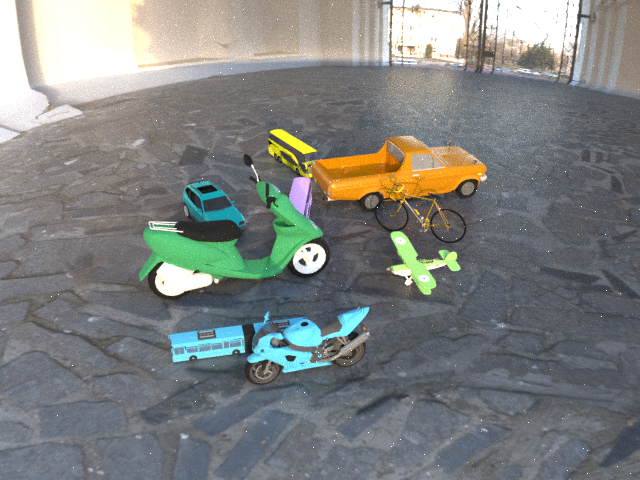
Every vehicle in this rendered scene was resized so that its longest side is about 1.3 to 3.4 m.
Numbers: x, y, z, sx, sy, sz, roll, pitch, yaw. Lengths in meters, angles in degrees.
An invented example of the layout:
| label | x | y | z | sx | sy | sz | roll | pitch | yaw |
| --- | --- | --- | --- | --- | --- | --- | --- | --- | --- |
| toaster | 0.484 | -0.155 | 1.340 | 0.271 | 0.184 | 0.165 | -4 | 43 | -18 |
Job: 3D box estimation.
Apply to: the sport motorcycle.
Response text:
| label | x | y | z | sx | sy | sz | roll | pitch | yaw |
| --- | --- | --- | --- | --- | --- | --- | --- | --- | --- |
| sport motorcycle | -0.144 | 1.221 | 8.128 | 1.520 | 0.821 | 0.506 | -9 | 29 | -17 |

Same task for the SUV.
| label | x | y | z | sx | sy | sz | roll | pitch | yaw |
| --- | --- | --- | --- | --- | --- | --- | --- | --- | --- |
| SUV | -1.796 | -0.532 | 11.699 | 0.656 | 0.580 | 1.572 | -15 | 32 | -27 |

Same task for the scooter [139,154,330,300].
| label | x | y | z | sx | sy | sz | roll | pitch | yaw |
| --- | --- | --- | --- | --- | --- | --- | --- | --- | --- |
| scooter | -1.146 | -0.107 | 9.607 | 2.721 | 1.786 | 1.288 | -9 | 29 | -16 |

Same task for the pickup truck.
| label | x | y | z | sx | sy | sz | roll | pitch | yaw |
| --- | --- | --- | --- | --- | --- | --- | --- | --- | --- |
| pickup truck | 1.439 | -1.290 | 12.692 | 3.117 | 0.993 | 1.244 | -8 | 29 | -15 |

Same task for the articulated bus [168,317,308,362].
| label | x | y | z | sx | sy | sz | roll | pitch | yaw |
| --- | --- | --- | --- | --- | --- | --- | --- | --- | --- |
| articulated bus | -0.978 | 1.229 | 8.683 | 1.749 | 0.289 | 0.311 | -6 | 28 | -11 |

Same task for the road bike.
| label | x | y | z | sx | sy | sz | roll | pitch | yaw |
| --- | --- | --- | --- | --- | --- | --- | --- | --- | --- |
| road bike | 1.601 | -0.428 | 11.213 | 1.545 | 0.852 | 0.358 | 13 | 30 | 23 |

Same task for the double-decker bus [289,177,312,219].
| label | x | y | z | sx | sy | sz | roll | pitch | yaw |
| --- | --- | --- | --- | --- | --- | --- | --- | --- | --- |
| double-decker bus | -0.362 | -0.488 | 11.658 | 0.389 | 0.541 | 1.672 | 2 | 28 | 3 |

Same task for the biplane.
| label | x | y | z | sx | sy | sz | roll | pitch | yaw |
| --- | --- | --- | --- | --- | --- | --- | --- | --- | --- |
| biplane | 1.473 | 0.372 | 10.073 | 1.090 | 0.504 | 1.336 | -8 | 29 | -14 |

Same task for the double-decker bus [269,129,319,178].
| label | x | y | z | sx | sy | sz | roll | pitch | yaw |
| --- | --- | --- | --- | --- | --- | --- | --- | --- | --- |
| double-decker bus | -0.517 | -1.722 | 13.992 | 0.389 | 0.541 | 1.672 | -15 | 32 | -27 |
